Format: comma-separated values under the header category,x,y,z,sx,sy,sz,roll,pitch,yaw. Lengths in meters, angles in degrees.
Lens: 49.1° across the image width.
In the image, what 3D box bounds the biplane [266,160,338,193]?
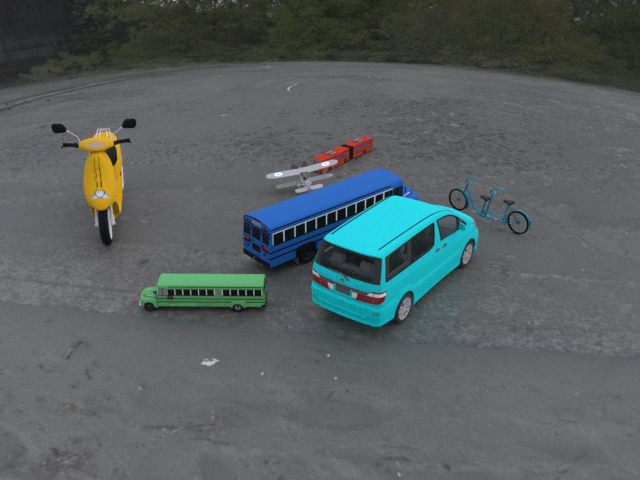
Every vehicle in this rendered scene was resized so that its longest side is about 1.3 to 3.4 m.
category,x,y,z,sx,sy,sz,roll,pitch,yaw
biplane,-0.298,-1.101,12.773,1.336,0.504,1.090,-5,28,-10

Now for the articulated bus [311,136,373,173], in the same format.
category,x,y,z,sx,sy,sz,roll,pitch,yaw
articulated bus,0.479,-1.760,14.249,0.311,0.289,1.749,20,34,33

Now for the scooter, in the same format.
category,x,y,z,sx,sy,sz,roll,pitch,yaw
scooter,-3.600,-1.209,11.605,1.288,1.786,2.721,-6,28,-11

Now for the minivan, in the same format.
category,x,y,z,sx,sy,sz,roll,pitch,yaw
minivan,1.163,0.075,9.808,1.324,1.197,3.011,19,33,32

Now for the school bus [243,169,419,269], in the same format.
category,x,y,z,sx,sy,sz,roll,pitch,yaw
school bus,0.311,-0.429,11.138,3.322,0.844,0.709,-22,35,-35

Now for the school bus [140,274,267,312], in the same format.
category,x,y,z,sx,sy,sz,roll,pitch,yaw
school bus,-1.579,0.699,9.444,1.708,0.434,0.365,0,28,1

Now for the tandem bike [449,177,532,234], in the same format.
category,x,y,z,sx,sy,sz,roll,pitch,yaw
tandem bike,2.809,-0.606,11.646,0.283,0.682,1.642,-23,36,-37
